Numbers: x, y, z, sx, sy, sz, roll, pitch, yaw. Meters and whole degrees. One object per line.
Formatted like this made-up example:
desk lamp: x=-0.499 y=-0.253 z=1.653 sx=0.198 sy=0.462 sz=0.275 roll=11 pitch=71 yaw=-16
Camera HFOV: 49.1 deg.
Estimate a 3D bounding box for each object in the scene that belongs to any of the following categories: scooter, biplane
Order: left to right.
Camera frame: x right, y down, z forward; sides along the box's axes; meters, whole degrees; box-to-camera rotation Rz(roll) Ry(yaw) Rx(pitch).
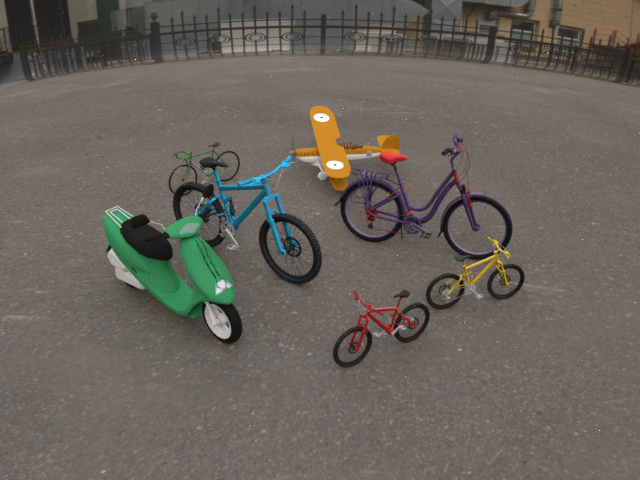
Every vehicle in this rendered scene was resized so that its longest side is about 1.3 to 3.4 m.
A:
scooter: x=-2.017 y=0.184 z=9.164 sx=2.721 sy=1.786 sz=1.288 roll=23 pitch=37 yaw=35
biplane: x=0.477 y=-1.645 z=13.190 sx=2.120 sy=0.981 sz=2.598 roll=-4 pitch=30 yaw=-7

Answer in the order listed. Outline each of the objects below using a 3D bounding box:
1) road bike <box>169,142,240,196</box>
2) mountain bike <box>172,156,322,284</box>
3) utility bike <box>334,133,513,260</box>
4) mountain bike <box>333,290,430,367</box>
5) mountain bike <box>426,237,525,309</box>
road bike: x=-2.102 y=-1.337 z=12.780 sx=1.545 sy=0.852 sz=0.358 roll=-24 pitch=37 yaw=-35
mountain bike: x=-1.154 y=-0.385 z=10.262 sx=2.857 sy=1.688 sz=1.114 roll=20 pitch=35 yaw=30
utility bike: x=1.578 y=-0.721 z=10.701 sx=2.791 sy=1.839 sz=1.039 roll=10 pitch=31 yaw=17
mountain bike: x=0.779 y=1.036 z=8.596 sx=1.469 sy=0.868 sz=0.573 roll=-17 pitch=34 yaw=-28
mountain bike: x=2.140 y=0.505 z=9.528 sx=1.469 sy=0.868 sz=0.573 roll=-8 pitch=31 yaw=-13
